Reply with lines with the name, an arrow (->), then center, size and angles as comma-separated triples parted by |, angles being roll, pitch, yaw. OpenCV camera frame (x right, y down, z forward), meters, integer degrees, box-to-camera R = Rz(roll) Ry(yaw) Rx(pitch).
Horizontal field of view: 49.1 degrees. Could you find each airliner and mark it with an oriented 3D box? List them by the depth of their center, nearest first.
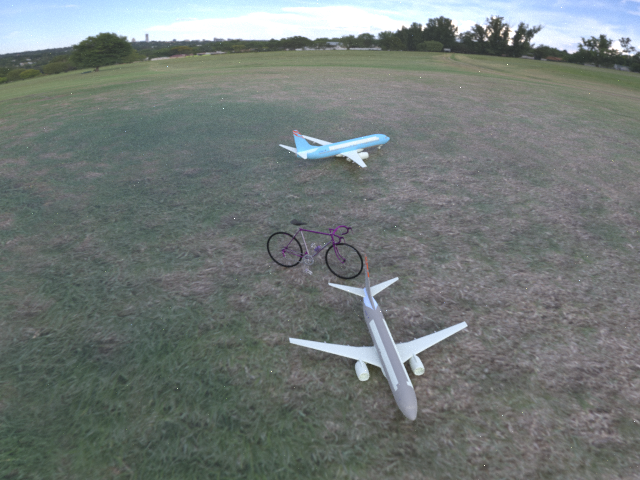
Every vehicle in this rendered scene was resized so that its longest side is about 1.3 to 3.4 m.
airliner -> 0.787, 1.111, 8.388 | 2.257, 0.835, 2.541 | -4, 28, -8
airliner -> 0.472, -2.094, 14.552 | 2.541, 0.835, 2.257 | -18, 32, -30

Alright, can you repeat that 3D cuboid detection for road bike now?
road bike -> -0.090, 0.115, 10.285 | 1.545, 0.852, 0.358 | 11, 29, 19
